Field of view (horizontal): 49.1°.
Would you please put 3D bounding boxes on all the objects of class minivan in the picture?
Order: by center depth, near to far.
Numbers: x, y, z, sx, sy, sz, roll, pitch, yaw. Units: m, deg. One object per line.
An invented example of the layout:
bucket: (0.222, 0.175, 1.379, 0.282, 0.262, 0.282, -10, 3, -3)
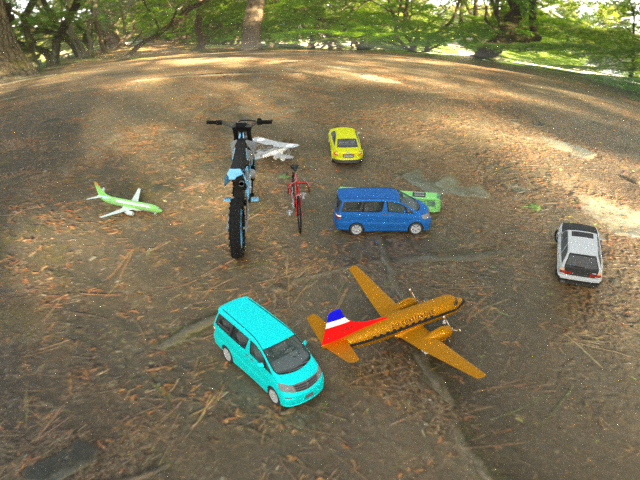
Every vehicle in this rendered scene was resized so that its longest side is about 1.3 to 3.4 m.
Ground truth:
minivan: (-0.607, 1.260, 8.071, 0.681, 0.616, 1.548, -22, 36, -34)
minivan: (1.002, -0.482, 11.171, 1.548, 0.616, 0.681, -1, 29, -1)

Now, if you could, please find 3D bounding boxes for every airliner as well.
airliner: (-3.229, -0.694, 11.738, 1.307, 0.429, 1.161, 10, 31, 17)

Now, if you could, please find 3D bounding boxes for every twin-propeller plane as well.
twin-propeller plane: (0.941, 0.922, 8.494, 2.129, 0.792, 2.663, -16, 33, -26)

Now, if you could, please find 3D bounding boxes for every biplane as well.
biplane: (-0.995, -1.705, 13.461, 1.090, 0.504, 1.336, -24, 37, -36)

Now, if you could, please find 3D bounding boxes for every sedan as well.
sedan: (0.497, -1.968, 13.951, 0.635, 0.483, 1.613, -1, 29, -3)

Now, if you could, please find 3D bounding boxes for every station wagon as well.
station wagon: (3.808, 0.108, 10.267, 0.682, 0.473, 1.597, 9, 30, 15)

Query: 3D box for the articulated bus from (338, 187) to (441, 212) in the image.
articulated bus: (1.158, -0.686, 11.869, 1.749, 0.289, 0.311, 4, 30, 8)

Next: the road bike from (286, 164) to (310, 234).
road bike: (-0.383, -0.739, 11.388, 0.358, 0.852, 1.545, -3, 30, -6)

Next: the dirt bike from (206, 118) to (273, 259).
dirt bike: (-1.248, -0.992, 11.007, 1.024, 1.666, 2.903, 0, 29, -1)
